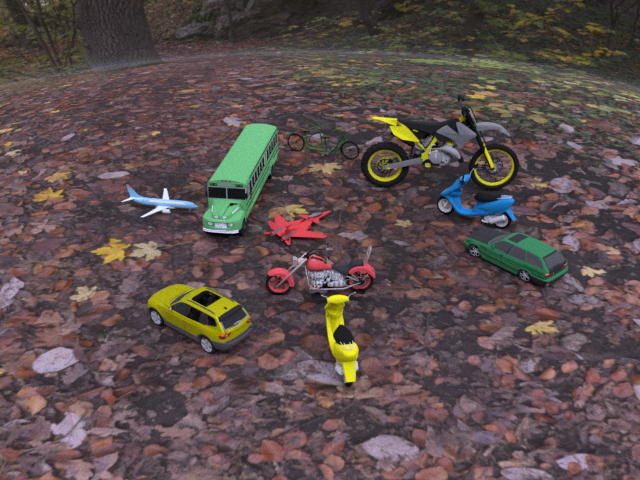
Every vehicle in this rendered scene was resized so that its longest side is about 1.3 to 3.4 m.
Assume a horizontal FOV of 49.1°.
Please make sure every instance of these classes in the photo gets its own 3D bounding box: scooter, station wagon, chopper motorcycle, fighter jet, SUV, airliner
[{"bbox_3d":[2.640,-0.727,11.814,1.399,0.919,0.662,17,34,28],"label":"scooter"},{"bbox_3d":[2.964,0.159,10.691,0.682,0.473,1.597,-22,36,-34],"label":"station wagon"},{"bbox_3d":[0.007,0.425,9.922,1.563,0.761,0.466,-1,29,-1],"label":"chopper motorcycle"},{"bbox_3d":[0.252,1.091,8.574,0.662,0.919,1.399,-4,30,-8],"label":"scooter"},{"bbox_3d":[-0.263,-0.340,11.771,1.147,0.286,1.358,24,37,36],"label":"fighter jet"},{"bbox_3d":[-1.603,0.929,9.208,1.572,0.580,0.656,21,35,32],"label":"SUV"},{"bbox_3d":[-2.797,-0.741,12.339,1.307,0.429,1.161,4,30,8],"label":"airliner"}]

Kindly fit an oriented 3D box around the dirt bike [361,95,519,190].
[{"bbox_3d":[2.209,-1.703,12.791,2.903,1.666,1.024,2,29,4],"label":"dirt bike"}]

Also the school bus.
[{"bbox_3d":[-1.390,-1.149,12.644,0.709,0.844,3.322,4,30,7],"label":"school bus"}]

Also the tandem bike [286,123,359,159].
[{"bbox_3d":[0.041,-2.066,14.444,1.642,0.682,0.283,11,31,19],"label":"tandem bike"}]
